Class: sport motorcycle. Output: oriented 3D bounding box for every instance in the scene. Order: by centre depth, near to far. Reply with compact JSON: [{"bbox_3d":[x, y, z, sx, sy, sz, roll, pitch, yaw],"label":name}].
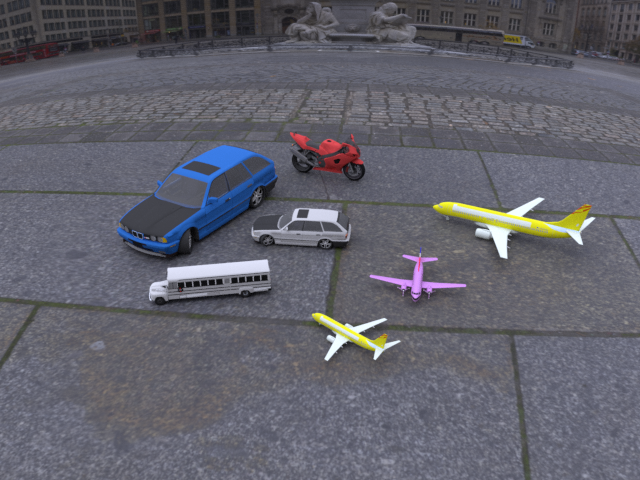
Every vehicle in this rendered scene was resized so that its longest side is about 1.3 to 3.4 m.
[{"bbox_3d":[0.139,-1.593,13.260,1.520,0.821,0.506,11,32,19],"label":"sport motorcycle"}]

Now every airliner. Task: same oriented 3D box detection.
[{"bbox_3d":[0.367,1.125,8.978,1.307,0.429,1.161,26,39,37],"label":"airliner"},{"bbox_3d":[3.037,-0.458,11.296,2.541,0.835,2.257,16,34,25],"label":"airliner"}]

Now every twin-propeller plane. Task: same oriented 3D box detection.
[{"bbox_3d":[1.409,0.508,10.061,1.370,0.407,1.095,5,31,9],"label":"twin-propeller plane"}]

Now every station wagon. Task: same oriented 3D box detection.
[{"bbox_3d":[-0.305,-0.224,11.252,1.597,0.473,0.682,3,30,5],"label":"station wagon"},{"bbox_3d":[-2.003,-0.777,11.759,1.327,0.920,3.105,17,34,26],"label":"station wagon"}]

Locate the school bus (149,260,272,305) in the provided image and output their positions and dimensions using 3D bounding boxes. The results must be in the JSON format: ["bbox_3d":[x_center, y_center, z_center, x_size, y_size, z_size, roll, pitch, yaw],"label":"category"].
[{"bbox_3d":[-1.555,0.588,9.896,1.708,0.434,0.365,-5,31,-8],"label":"school bus"}]
